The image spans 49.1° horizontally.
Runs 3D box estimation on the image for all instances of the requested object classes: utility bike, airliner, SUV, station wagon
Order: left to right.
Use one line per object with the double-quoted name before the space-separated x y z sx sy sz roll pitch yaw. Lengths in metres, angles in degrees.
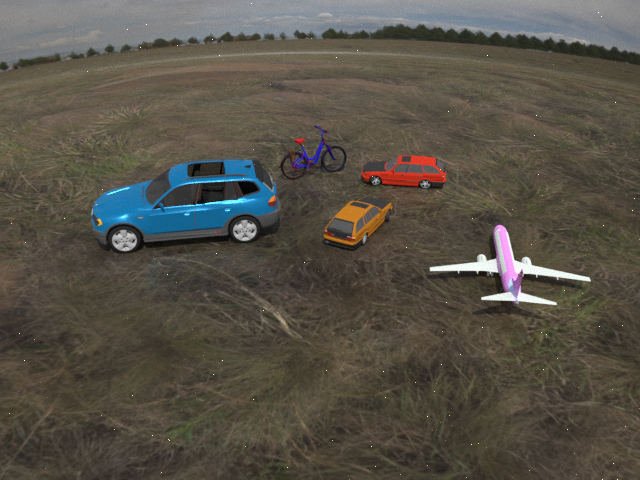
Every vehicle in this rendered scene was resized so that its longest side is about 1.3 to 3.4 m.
"SUV" -2.180 -0.643 11.437 3.058 1.128 1.276 -5 30 -9
"utility bike" -0.155 -1.705 13.529 1.435 0.946 0.535 -12 31 -20
"station wagon" 0.669 -0.389 11.655 0.682 0.473 1.597 15 32 25
"station wagon" 1.598 -1.336 13.352 1.597 0.473 0.682 4 29 8
"airliner" 2.758 0.193 10.241 2.257 0.835 2.541 4 29 6
